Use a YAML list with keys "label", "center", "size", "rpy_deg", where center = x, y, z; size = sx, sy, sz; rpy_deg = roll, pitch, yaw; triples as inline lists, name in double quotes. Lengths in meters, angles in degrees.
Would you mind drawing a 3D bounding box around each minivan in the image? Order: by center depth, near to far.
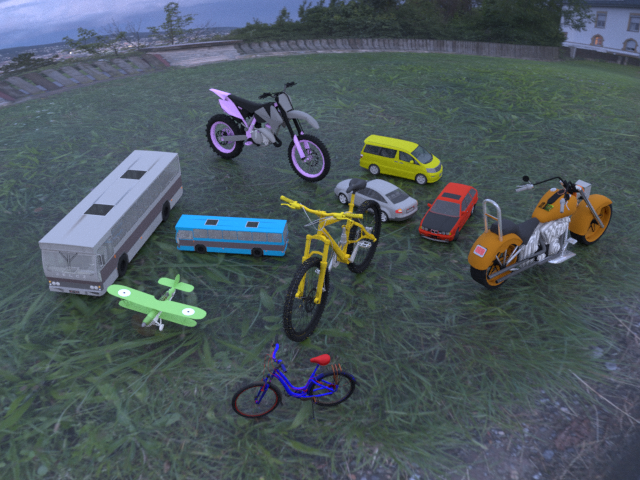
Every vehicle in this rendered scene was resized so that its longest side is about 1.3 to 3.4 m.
- label: "minivan"
  center: [1.536, -1.522, 13.140]
  size: [1.548, 0.616, 0.681]
  rpy_deg: [15, 33, 23]

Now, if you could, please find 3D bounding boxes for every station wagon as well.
- label: "station wagon"
  center: [2.130, -0.503, 11.522]
  size: [0.682, 0.473, 1.597]
  rpy_deg: [14, 33, 22]

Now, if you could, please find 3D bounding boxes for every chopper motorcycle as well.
- label: "chopper motorcycle"
  center: [3.312, -0.279, 10.132]
  size: [3.040, 1.480, 0.906]
  rpy_deg: [-20, 36, -31]

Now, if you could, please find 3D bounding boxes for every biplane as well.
- label: "biplane"
  center: [-2.055, 0.835, 9.182]
  size: [1.336, 0.504, 1.090]
  rpy_deg: [8, 31, 13]

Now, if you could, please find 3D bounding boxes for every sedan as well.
- label: "sedan"
  center: [0.933, -0.769, 11.972]
  size: [0.635, 0.483, 1.613]
  rpy_deg: [-27, 39, -38]

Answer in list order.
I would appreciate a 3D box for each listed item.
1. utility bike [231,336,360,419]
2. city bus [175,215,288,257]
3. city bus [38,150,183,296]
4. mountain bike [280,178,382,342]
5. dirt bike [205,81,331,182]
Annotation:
- label: "utility bike"
  center: [-0.240, 1.541, 7.523]
  size: [1.435, 0.946, 0.535]
  rpy_deg: [-6, 31, -11]
- label: "city bus"
  center: [-1.346, -0.056, 10.764]
  size: [1.674, 0.460, 0.476]
  rpy_deg: [3, 30, 6]
- label: "city bus"
  center: [-3.081, -0.346, 10.832]
  size: [0.926, 0.894, 3.255]
  rpy_deg: [5, 30, 9]
- label: "mountain bike"
  center: [0.234, 0.086, 9.294]
  size: [1.114, 1.688, 2.857]
  rpy_deg: [14, 33, 23]
- label: "dirt bike"
  center: [-1.026, -2.085, 13.064]
  size: [2.903, 1.666, 1.024]
  rpy_deg: [18, 35, 28]
